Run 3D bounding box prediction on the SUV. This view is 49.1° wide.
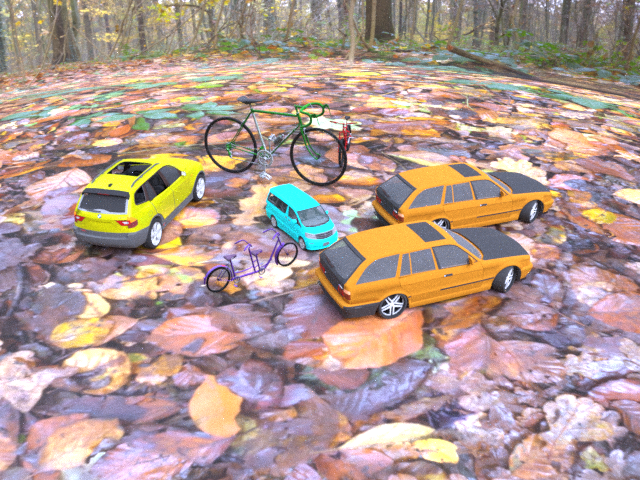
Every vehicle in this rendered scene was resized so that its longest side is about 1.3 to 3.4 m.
[{"bbox_3d":[-2.982,-0.846,11.872,1.276,1.128,3.058,6,28,12],"label":"SUV"}]

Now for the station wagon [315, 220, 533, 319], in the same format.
[{"bbox_3d":[1.533,0.266,9.978,3.105,0.920,1.327,-10,29,-19],"label":"station wagon"}]

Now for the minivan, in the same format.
[{"bbox_3d":[-0.311,-0.387,11.549,0.681,0.616,1.548,-16,32,-28],"label":"minivan"}]

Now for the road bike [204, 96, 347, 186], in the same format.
[{"bbox_3d":[-0.899,-1.930,13.371,3.004,1.656,0.697,10,29,18],"label":"road bike"}]

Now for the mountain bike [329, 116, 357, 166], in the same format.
[{"bbox_3d":[0.520,-2.135,14.609,0.573,0.868,1.469,5,28,9],"label":"mountain bike"}]

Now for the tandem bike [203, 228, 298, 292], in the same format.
[{"bbox_3d":[-0.987,0.272,10.222,1.642,0.682,0.283,-20,34,-33],"label":"tandem bike"}]

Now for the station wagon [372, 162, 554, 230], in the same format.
[{"bbox_3d":[2.495,-0.791,11.992,3.105,0.920,1.327,-10,29,-18],"label":"station wagon"}]
